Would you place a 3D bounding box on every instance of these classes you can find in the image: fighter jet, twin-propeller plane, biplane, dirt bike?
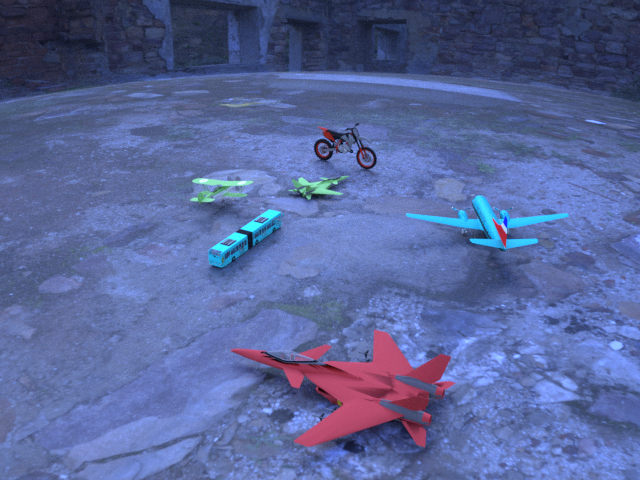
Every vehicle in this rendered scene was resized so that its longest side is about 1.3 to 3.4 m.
[{"bbox_3d":[0.084,-1.124,13.347,1.358,0.286,1.147,-23,34,-38],"label":"fighter jet"},{"bbox_3d":[0.108,1.432,7.911,2.640,0.557,2.229,12,29,23],"label":"fighter jet"},{"bbox_3d":[2.746,-0.379,11.284,2.663,0.792,2.129,0,26,0],"label":"twin-propeller plane"},{"bbox_3d":[-1.852,-0.864,12.579,1.336,0.504,1.090,15,30,27],"label":"biplane"},{"bbox_3d":[0.513,-1.955,14.375,1.493,0.857,0.527,16,31,29],"label":"dirt bike"}]

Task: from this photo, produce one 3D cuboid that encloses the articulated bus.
[{"bbox_3d":[-1.157,-0.047,11.182,0.311,0.289,1.749,14,30,25],"label":"articulated bus"}]
